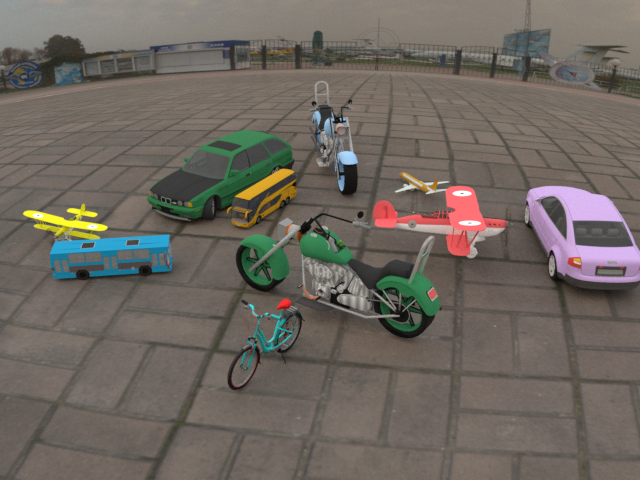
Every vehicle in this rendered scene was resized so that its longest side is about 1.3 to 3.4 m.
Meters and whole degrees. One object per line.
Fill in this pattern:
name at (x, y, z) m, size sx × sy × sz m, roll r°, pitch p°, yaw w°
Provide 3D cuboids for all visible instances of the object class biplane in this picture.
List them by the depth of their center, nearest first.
biplane at (1.871, -0.276, 10.729) m, size 2.120 × 0.981 × 2.598 m, roll 3°, pitch 27°, yaw 7°
biplane at (-3.975, -0.248, 11.206) m, size 1.336 × 0.504 × 1.090 m, roll 4°, pitch 27°, yaw 7°

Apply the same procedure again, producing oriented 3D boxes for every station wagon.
station wagon at (-1.762, -1.280, 12.805) m, size 1.327 × 0.920 × 3.105 m, roll 16°, pitch 31°, yaw 29°

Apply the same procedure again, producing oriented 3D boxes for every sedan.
sedan at (3.964, -0.246, 10.715) m, size 1.235 × 0.940 × 3.137 m, roll 1°, pitch 27°, yaw 3°

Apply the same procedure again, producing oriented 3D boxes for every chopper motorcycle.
chopper motorcycle at (0.139, 0.287, 9.046) m, size 3.040 × 1.480 × 0.906 m, roll 17°, pitch 31°, yaw 30°
chopper motorcycle at (0.276, -2.054, 13.729) m, size 0.906 × 1.480 × 3.040 m, roll -5°, pitch 27°, yaw -10°

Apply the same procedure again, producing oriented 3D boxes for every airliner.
airliner at (1.834, -1.131, 13.057) m, size 1.161 × 0.429 × 1.307 m, roll -12°, pitch 29°, yaw -23°

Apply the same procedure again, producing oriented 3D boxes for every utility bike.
utility bike at (-0.556, 1.092, 8.033) m, size 0.535 × 0.946 × 1.435 m, roll 17°, pitch 31°, yaw 30°

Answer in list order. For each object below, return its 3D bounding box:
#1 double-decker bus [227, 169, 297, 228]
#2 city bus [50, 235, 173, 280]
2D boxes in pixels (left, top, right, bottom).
double-decker bus at (-0.962, -0.721, 12.112) m, size 0.389 × 0.541 × 1.672 m, roll 14°, pitch 30°, yaw 26°
city bus at (-3.025, 0.262, 10.236) m, size 1.674 × 0.460 × 0.476 m, roll -4°, pitch 27°, yaw -7°
